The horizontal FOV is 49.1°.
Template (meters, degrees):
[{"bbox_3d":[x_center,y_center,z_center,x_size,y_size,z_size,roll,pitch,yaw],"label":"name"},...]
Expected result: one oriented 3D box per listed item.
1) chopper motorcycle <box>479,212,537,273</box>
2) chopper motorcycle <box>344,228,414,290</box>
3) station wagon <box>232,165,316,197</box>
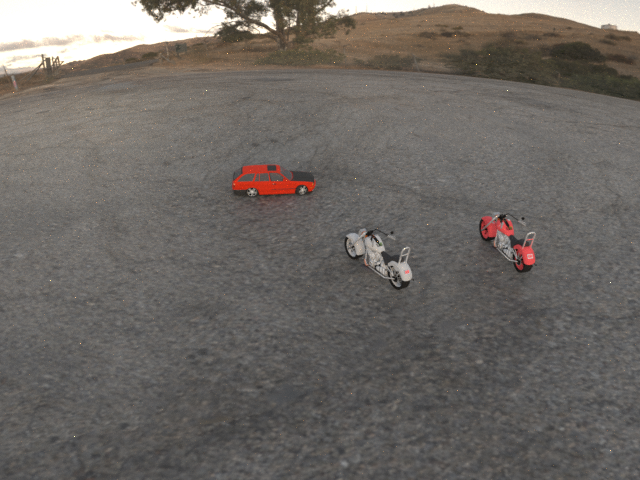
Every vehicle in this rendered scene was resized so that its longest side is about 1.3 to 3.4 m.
[{"bbox_3d":[2.918,-0.086,10.967,0.466,0.761,1.563,-7,28,-13],"label":"chopper motorcycle"},{"bbox_3d":[0.847,0.166,10.475,0.466,0.761,1.563,-16,31,-28],"label":"chopper motorcycle"},{"bbox_3d":[-0.879,-1.164,13.381,1.597,0.473,0.682,-2,27,-4],"label":"station wagon"}]
